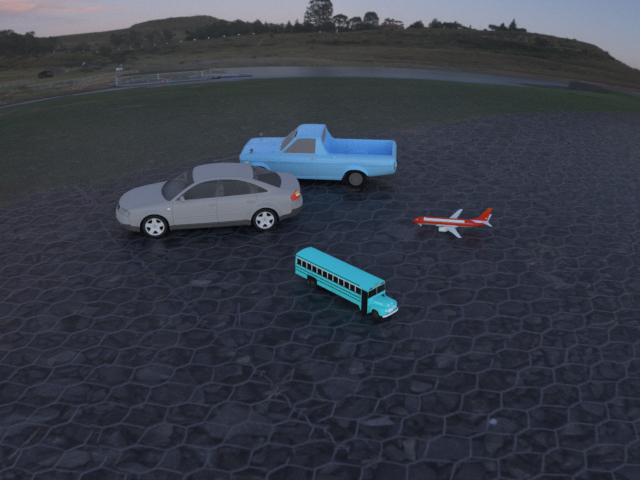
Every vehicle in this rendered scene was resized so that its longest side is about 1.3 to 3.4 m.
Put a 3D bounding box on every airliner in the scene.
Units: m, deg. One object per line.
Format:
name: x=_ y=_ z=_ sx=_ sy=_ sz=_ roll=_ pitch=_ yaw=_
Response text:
airliner: x=2.205 y=-0.385 z=11.686 sx=1.307 sy=0.429 sz=1.161 roll=5 pitch=26 yaw=10

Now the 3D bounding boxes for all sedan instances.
sedan: x=-1.865 y=-0.758 z=11.871 sx=3.137 sy=0.940 sz=1.235 roll=-4 pitch=26 yaw=-8

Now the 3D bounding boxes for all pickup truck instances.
pickup truck: x=-0.022 y=-1.712 z=13.780 sx=3.117 sy=0.993 sz=1.244 roll=3 pitch=26 yaw=5

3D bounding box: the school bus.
school bus: x=0.352 y=0.582 z=9.684 sx=0.365 sy=0.434 sz=1.708 roll=-23 pitch=34 yaw=-39
